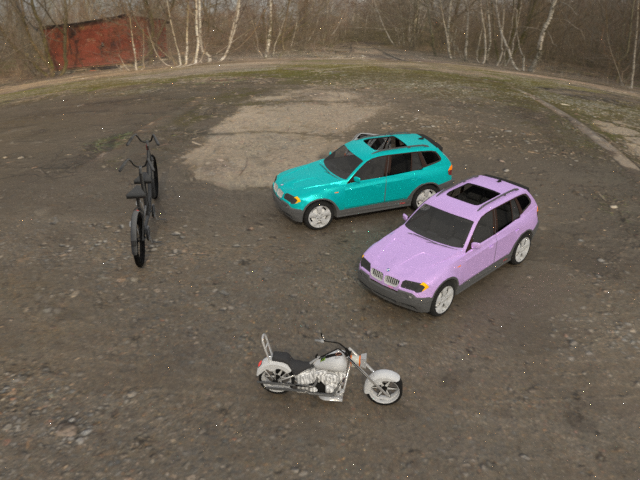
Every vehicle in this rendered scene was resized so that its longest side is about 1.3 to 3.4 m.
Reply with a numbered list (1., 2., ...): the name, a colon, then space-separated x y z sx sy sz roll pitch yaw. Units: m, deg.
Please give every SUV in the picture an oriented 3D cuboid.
1. SUV: 0.724 -1.066 11.632 3.058 1.128 1.276 -10 29 -18
2. SUV: 0.935 -1.807 13.631 0.656 0.580 1.572 9 29 17
3. SUV: 1.856 -0.049 9.697 3.058 1.128 1.276 -25 37 -39

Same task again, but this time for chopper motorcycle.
1. chopper motorcycle: 0.098 1.368 7.397 1.563 0.761 0.466 3 28 6

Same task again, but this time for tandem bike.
1. tandem bike: -2.723 -0.760 10.839 0.550 1.326 3.192 -3 28 -6
